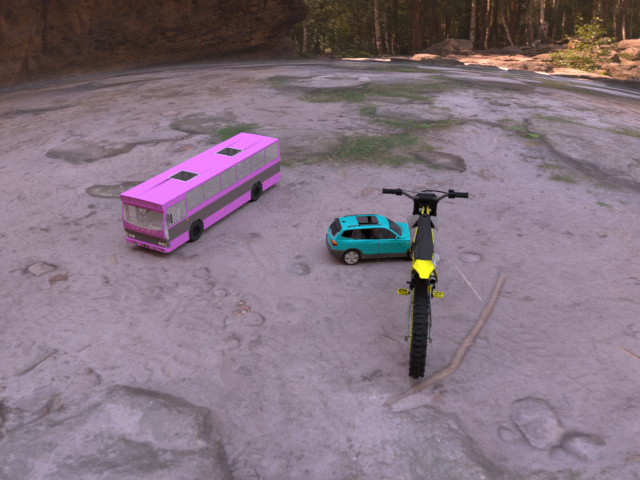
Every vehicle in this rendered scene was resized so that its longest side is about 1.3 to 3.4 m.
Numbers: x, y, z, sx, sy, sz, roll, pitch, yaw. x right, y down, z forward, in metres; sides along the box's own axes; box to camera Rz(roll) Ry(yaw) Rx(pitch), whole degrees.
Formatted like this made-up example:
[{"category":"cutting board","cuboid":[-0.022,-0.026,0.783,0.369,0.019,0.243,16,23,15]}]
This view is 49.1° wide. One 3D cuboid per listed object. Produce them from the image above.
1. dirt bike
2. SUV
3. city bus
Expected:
[{"category":"dirt bike","cuboid":[1.218,0.285,8.475,1.024,1.666,2.903,4,27,7]},{"category":"SUV","cuboid":[0.871,-0.054,10.319,1.572,0.580,0.656,-3,27,-6]},{"category":"city bus","cuboid":[-1.823,-0.835,11.493,0.926,0.894,3.255,14,30,25]}]
